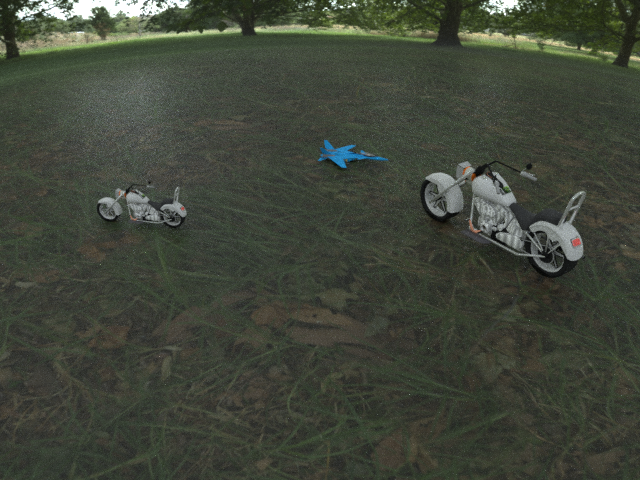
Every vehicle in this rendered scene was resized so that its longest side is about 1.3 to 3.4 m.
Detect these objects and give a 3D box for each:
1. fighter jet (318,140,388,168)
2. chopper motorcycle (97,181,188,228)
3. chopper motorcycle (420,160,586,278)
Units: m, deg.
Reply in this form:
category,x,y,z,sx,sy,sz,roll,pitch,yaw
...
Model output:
category,x,y,z,sx,sy,sz,roll,pitch,yaw
fighter jet,0.681,-1.710,13.786,1.358,0.286,1.147,6,30,10
chopper motorcycle,-2.917,-0.590,11.363,1.563,0.761,0.466,7,31,12
chopper motorcycle,2.662,-0.550,10.572,0.906,1.480,3.040,-20,35,-30
